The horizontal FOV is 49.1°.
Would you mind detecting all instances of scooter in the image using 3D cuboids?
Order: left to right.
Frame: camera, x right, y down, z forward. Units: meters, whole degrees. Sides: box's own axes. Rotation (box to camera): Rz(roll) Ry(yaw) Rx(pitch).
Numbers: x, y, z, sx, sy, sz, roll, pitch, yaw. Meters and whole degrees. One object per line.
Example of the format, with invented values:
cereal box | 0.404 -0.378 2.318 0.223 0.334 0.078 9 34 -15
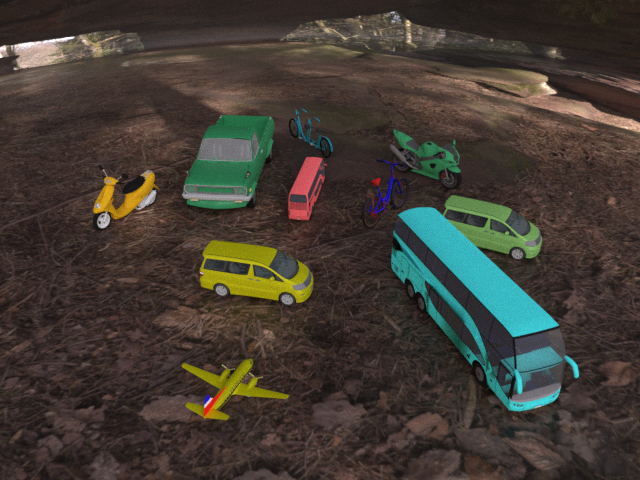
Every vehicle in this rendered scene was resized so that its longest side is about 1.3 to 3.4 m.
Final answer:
scooter | -3.181 -0.788 11.405 0.662 0.919 1.399 19 36 29

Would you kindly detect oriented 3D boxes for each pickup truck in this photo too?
pickup truck | -1.579 -1.576 12.657 1.244 0.993 3.117 2 31 4

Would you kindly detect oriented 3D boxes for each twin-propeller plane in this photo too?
twin-propeller plane | -1.019 1.615 7.866 1.370 0.407 1.095 12 33 20

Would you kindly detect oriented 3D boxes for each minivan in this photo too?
minivan | -0.865 0.430 9.655 1.548 0.616 0.681 7 31 11
minivan | 2.619 -0.207 10.726 1.548 0.616 0.681 14 34 23

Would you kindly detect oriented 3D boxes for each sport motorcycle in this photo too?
sport motorcycle | 1.920 -1.464 12.638 1.520 0.821 0.506 25 39 36

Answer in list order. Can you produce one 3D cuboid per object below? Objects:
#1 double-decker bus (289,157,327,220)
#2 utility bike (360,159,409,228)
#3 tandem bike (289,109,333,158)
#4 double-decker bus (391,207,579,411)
double-decker bus | -0.208 -0.918 11.993 0.389 0.541 1.672 5 31 8
utility bike | 1.031 -0.800 11.399 0.535 0.946 1.435 21 37 31
tandem bike | -0.208 -2.164 13.949 0.283 0.682 1.642 -18 35 -27
double-decker bus | 1.855 0.757 8.679 0.756 1.052 3.251 -11 32 -17
